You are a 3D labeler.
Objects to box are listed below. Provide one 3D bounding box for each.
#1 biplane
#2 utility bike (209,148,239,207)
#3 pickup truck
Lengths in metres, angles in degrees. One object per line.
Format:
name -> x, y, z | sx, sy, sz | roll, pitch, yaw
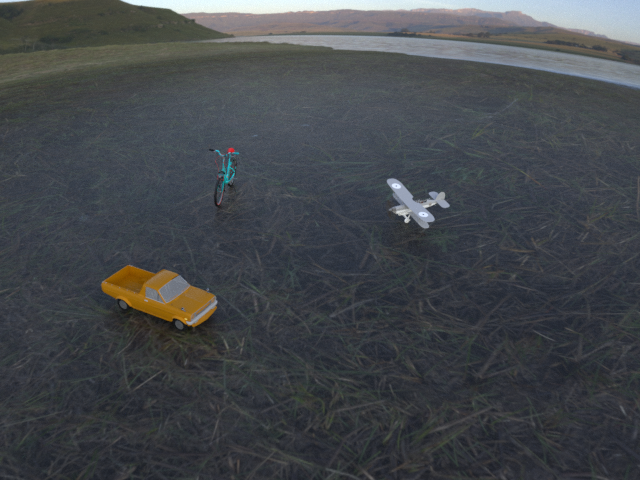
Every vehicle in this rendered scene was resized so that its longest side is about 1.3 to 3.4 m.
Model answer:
biplane -> 1.641, -0.579, 11.748 | 1.090, 0.504, 1.336 | -13, 31, -21
utility bike -> -1.632, -1.230, 12.463 | 0.535, 0.946, 1.435 | 4, 29, 7
pickup truck -> -2.177, 0.704, 9.437 | 1.603, 0.511, 0.640 | 15, 32, 25
